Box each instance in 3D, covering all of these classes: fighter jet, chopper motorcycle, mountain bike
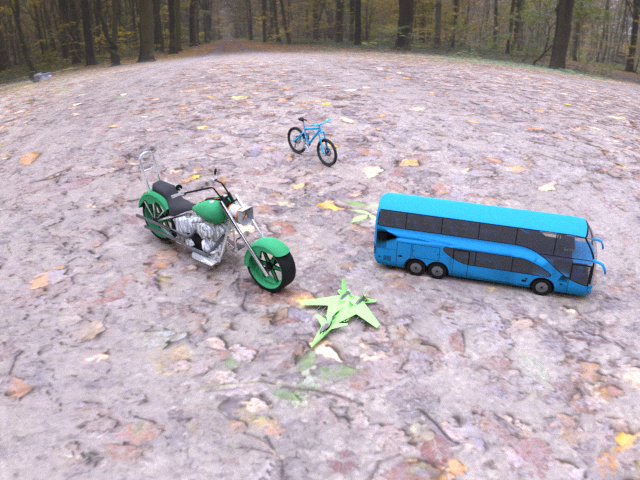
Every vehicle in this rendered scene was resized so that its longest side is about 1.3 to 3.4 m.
[{"bbox_3d":[0.209,0.978,9.287,1.147,0.286,1.358,15,32,24],"label":"fighter jet"},{"bbox_3d":[-1.613,-0.301,10.356,3.040,1.480,0.906,20,35,32],"label":"chopper motorcycle"},{"bbox_3d":[-0.173,-2.031,14.087,0.573,0.868,1.469,-24,37,-36],"label":"mountain bike"}]

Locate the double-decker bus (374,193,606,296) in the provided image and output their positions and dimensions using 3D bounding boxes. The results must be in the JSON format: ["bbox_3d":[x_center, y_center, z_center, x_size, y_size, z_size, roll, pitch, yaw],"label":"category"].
[{"bbox_3d":[2.409,0.058,10.151,3.251,1.052,0.756,9,30,15],"label":"double-decker bus"}]
